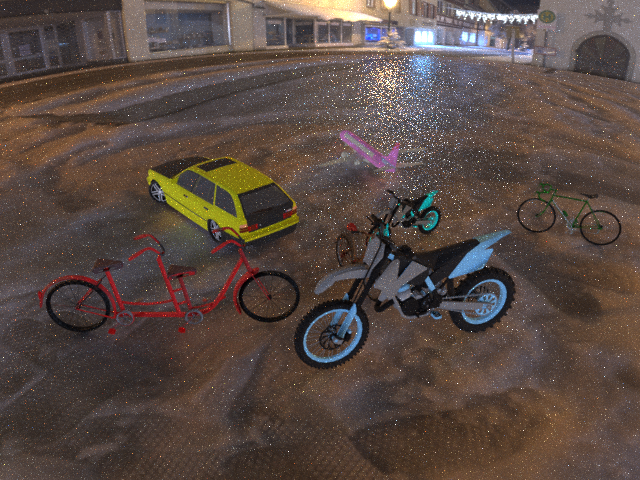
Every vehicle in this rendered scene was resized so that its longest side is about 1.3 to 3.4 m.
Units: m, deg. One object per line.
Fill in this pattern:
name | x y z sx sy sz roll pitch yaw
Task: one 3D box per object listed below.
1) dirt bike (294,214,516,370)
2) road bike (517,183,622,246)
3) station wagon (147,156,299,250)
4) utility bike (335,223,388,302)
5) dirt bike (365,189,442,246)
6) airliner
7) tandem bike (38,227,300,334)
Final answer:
dirt bike | 1.070 0.589 8.098 2.903 1.666 1.024 -11 31 -19
road bike | 3.817 -0.394 10.722 1.545 0.852 0.358 13 32 22
station wagon | -1.696 -0.844 11.465 1.327 0.920 3.105 -22 36 -35
utility bike | 0.571 0.172 9.599 0.535 0.946 1.435 -12 31 -21
dirt bike | 1.298 -0.339 10.616 1.493 0.857 0.527 -19 34 -30
airliner | 0.921 -1.855 13.385 2.257 0.835 2.541 -11 31 -20
tandem bike | -1.841 0.526 8.564 3.192 1.326 0.550 -2 29 -4
